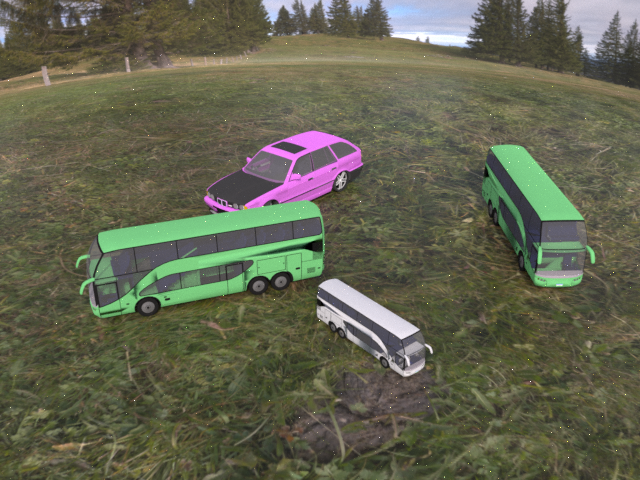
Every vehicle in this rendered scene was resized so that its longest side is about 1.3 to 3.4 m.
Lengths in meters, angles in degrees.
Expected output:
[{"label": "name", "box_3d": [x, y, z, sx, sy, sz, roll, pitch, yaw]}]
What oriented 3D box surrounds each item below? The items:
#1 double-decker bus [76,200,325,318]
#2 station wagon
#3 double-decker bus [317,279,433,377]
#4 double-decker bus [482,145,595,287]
[{"label": "double-decker bus", "box_3d": [-1.527, 0.242, 9.321, 3.251, 1.052, 0.756, -10, 29, -19]}, {"label": "station wagon", "box_3d": [-0.585, -1.175, 12.215, 1.327, 0.920, 3.105, 22, 34, 36]}, {"label": "double-decker bus", "box_3d": [0.594, 1.033, 8.343, 0.389, 0.541, 1.672, -20, 34, -34]}, {"label": "double-decker bus", "box_3d": [3.180, -0.428, 10.620, 0.756, 1.052, 3.251, -1, 27, -2]}]
